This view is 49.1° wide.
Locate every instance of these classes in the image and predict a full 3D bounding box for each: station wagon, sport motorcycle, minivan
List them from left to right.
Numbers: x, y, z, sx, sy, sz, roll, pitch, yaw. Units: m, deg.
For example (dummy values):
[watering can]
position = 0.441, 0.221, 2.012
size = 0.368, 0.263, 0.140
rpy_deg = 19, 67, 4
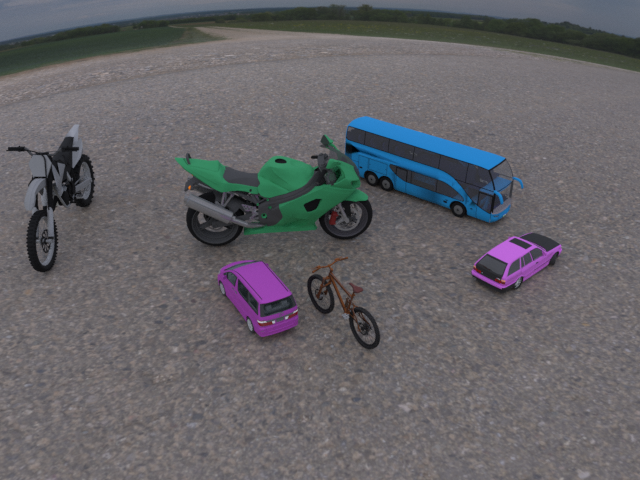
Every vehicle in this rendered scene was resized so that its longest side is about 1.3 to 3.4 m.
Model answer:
[minivan]
position = -0.874, 0.666, 9.448
size = 0.681, 0.616, 1.548
rpy_deg = -16, 35, -25
[sport motorcycle]
position = -0.647, -0.663, 10.687
size = 2.955, 1.596, 0.983
rpy_deg = -3, 31, -4
[station wagon]
position = 2.935, 0.233, 10.295
size = 1.597, 0.473, 0.682
rpy_deg = -25, 39, -35

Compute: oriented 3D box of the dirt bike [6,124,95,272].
[dirt bike]
position = -4.030, -0.815, 10.868
size = 1.024, 1.666, 2.903
rpy_deg = 0, 31, 0

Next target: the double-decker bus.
[double-decker bus]
position = 1.864, -1.245, 12.164
size = 3.251, 1.052, 0.756
rpy_deg = 24, 38, 33

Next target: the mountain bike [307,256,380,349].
[mountain bike]
position = 0.284, 0.783, 9.014
size = 0.573, 0.868, 1.469
rpy_deg = -21, 37, -31
